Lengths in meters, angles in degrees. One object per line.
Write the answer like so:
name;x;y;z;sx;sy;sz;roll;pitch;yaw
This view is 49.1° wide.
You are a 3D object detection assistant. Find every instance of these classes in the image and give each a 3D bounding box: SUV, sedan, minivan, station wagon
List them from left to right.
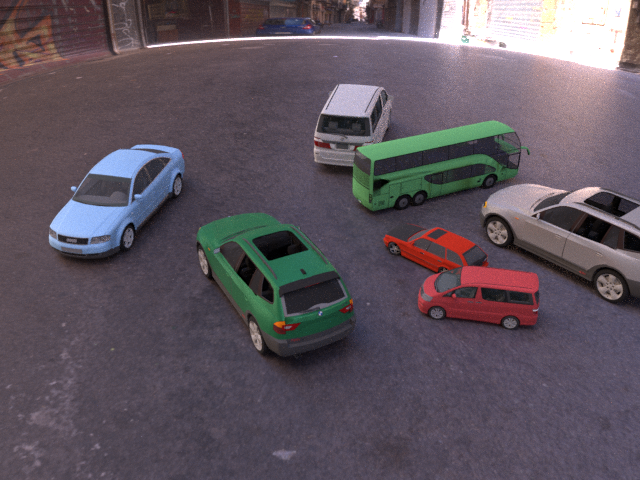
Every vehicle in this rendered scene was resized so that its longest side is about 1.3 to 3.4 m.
sedan;-3.230;-0.794;11.365;1.235;0.940;3.137;7;32;12
SUV;-0.675;0.346;9.302;1.276;1.128;3.058;-15;34;-24
minivan;0.711;-2.424;13.809;1.324;1.197;3.011;6;32;10
station wagon;1.685;0.096;10.346;1.597;0.473;0.682;27;40;36
minivan;2.083;0.703;9.208;1.548;0.616;0.681;7;32;11
SUV;3.799;-0.192;10.191;1.276;1.128;3.058;-23;38;-33

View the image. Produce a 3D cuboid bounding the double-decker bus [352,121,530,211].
double-decker bus;2.109;-1.321;12.127;3.251;1.052;0.756;-14;34;-22
